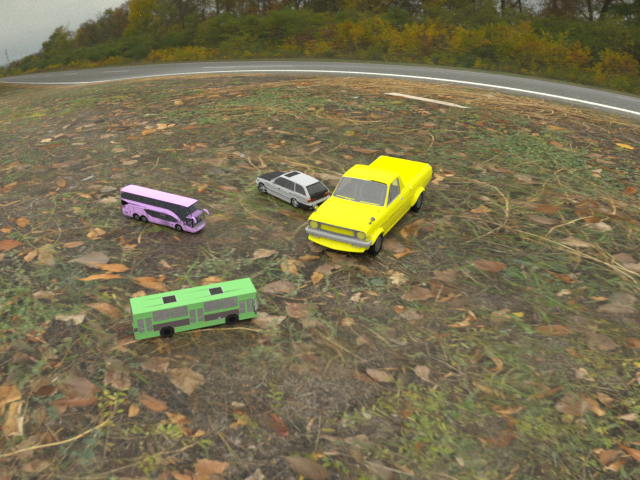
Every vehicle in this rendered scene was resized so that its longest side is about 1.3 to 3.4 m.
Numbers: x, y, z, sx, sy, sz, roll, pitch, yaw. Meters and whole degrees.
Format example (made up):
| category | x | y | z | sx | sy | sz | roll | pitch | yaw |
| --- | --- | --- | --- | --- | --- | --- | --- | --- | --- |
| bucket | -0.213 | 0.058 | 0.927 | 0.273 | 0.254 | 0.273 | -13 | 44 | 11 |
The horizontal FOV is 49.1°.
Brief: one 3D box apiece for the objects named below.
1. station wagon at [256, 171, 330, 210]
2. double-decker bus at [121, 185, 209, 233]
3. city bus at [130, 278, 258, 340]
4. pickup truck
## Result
| category | x | y | z | sx | sy | sz | roll | pitch | yaw |
| --- | --- | --- | --- | --- | --- | --- | --- | --- | --- |
| station wagon | -0.544 | -1.039 | 13.247 | 0.682 | 0.473 | 1.597 | -24 | 36 | -38 |
| double-decker bus | -2.736 | -0.541 | 12.232 | 1.672 | 0.541 | 0.389 | 14 | 31 | 24 |
| city bus | -1.700 | 0.943 | 9.514 | 1.674 | 0.460 | 0.476 | -9 | 29 | -17 |
| pickup truck | 0.938 | -0.779 | 12.200 | 1.244 | 0.993 | 3.117 | 14 | 31 | 24 |
